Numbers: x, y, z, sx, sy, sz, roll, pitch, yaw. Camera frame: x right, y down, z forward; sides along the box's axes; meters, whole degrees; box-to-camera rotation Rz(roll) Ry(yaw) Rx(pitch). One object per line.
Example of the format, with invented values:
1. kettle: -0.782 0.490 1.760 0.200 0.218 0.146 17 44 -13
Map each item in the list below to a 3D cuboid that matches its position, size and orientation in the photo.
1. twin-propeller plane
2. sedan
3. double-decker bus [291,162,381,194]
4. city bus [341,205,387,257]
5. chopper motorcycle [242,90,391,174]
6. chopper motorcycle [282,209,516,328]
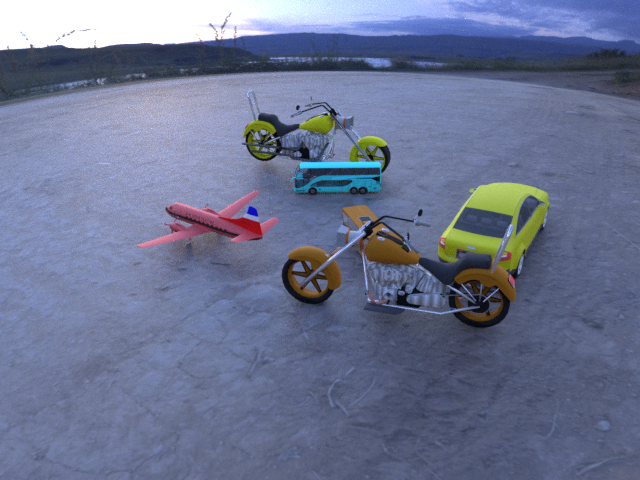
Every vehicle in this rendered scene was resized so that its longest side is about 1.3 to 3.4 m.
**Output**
1. twin-propeller plane: -1.722 -0.375 11.092 2.129 0.792 2.663 18 32 32
2. sedan: 2.784 -0.356 10.888 1.235 0.940 3.137 13 29 25
3. double-decker bus: 0.296 -1.150 12.935 1.672 0.541 0.389 -1 26 -2
4. city bus: 0.792 0.010 10.691 0.476 0.460 1.674 -8 27 -15
5. chopper motorcycle: -0.101 -2.100 13.793 3.040 1.480 0.906 9 28 17
6. chopper motorcycle: 0.966 0.307 8.946 3.040 1.480 0.906 8 28 16
